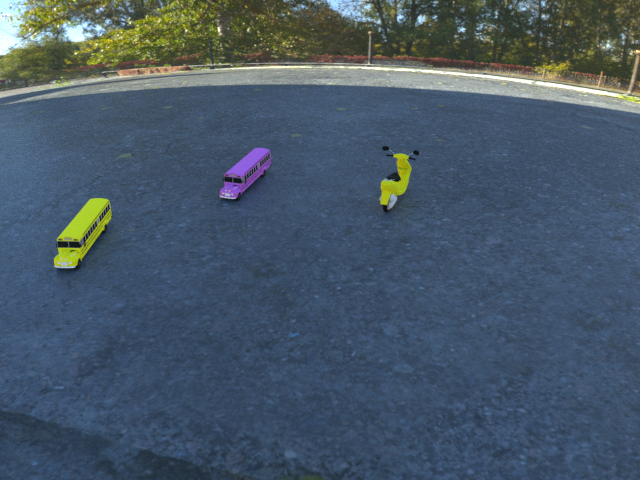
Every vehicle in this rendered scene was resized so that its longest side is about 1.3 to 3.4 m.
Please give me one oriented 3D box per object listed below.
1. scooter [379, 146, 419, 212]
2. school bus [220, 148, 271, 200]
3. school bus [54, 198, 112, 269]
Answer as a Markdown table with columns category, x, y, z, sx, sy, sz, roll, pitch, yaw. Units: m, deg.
| category | x | y | z | sx | sy | sz | roll | pitch | yaw |
| --- | --- | --- | --- | --- | --- | --- | --- | --- | --- |
| scooter | 1.325 | -1.095 | 12.085 | 0.662 | 0.919 | 1.399 | 11 | 29 | 20 |
| school bus | -1.364 | -1.218 | 12.861 | 0.365 | 0.434 | 1.708 | 8 | 28 | 15 |
| school bus | -3.611 | -0.108 | 10.676 | 0.365 | 0.434 | 1.708 | 1 | 27 | 2 |
